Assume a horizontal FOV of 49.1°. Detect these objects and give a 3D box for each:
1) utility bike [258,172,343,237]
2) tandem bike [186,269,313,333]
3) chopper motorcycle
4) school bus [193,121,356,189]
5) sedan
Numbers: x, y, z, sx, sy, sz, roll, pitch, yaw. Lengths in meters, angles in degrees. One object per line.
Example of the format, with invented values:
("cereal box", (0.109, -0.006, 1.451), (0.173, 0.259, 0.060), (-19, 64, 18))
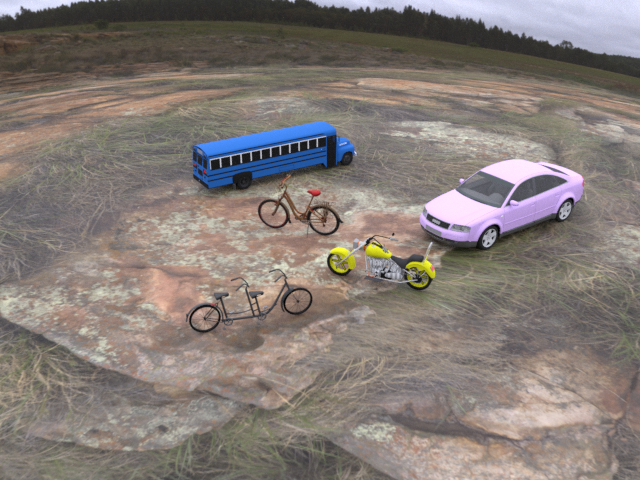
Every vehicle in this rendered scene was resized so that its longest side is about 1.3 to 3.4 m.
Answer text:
("utility bike", (-0.339, -0.522, 11.039), (1.435, 0.946, 0.535), (8, 28, 15))
("tandem bike", (-0.872, 0.759, 8.776), (1.642, 0.682, 0.283), (-9, 28, -17))
("chopper motorcycle", (0.838, 0.251, 9.704), (1.563, 0.761, 0.466), (11, 29, 21))
("school bus", (-0.781, -1.658, 13.421), (3.322, 0.844, 0.709), (-16, 31, -29))
("sedan", (3.009, -0.711, 11.424), (3.137, 0.940, 1.235), (-17, 31, -31))
